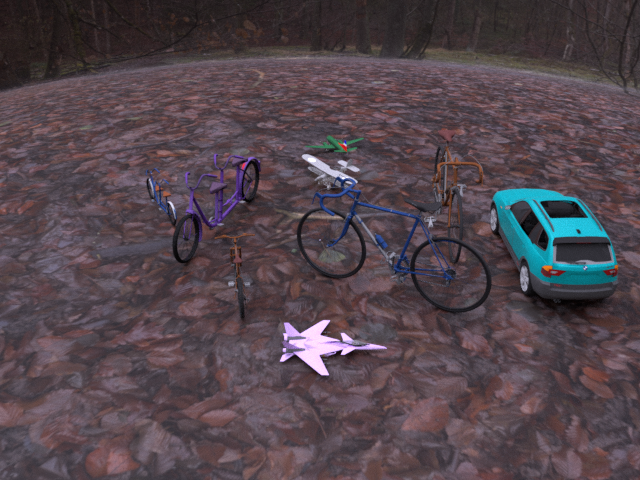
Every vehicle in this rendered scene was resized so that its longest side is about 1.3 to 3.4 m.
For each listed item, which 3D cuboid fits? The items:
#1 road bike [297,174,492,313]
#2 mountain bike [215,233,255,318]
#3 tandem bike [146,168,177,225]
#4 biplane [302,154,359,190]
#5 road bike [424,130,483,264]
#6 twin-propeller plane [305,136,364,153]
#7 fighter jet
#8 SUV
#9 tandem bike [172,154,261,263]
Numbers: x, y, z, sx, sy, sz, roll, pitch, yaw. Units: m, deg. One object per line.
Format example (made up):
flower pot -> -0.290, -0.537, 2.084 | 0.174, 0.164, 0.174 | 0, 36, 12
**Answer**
road bike -> 0.966, 0.051, 9.841 | 3.004, 1.656, 0.696 | 15, 32, 25
mountain bike -> -1.167, 0.443, 9.945 | 0.573, 0.868, 1.469 | -5, 29, -9
tandem bike -> -2.838, -0.814, 12.426 | 0.283, 0.682, 1.642 | -15, 32, -25
biplane -> 0.284, -1.281, 13.460 | 1.336, 0.504, 1.090 | 24, 37, 36
road bike -> 2.107, -0.871, 11.519 | 0.696, 1.656, 3.004 | 1, 29, 1
twin-propeller plane -> 0.359, -2.096, 15.046 | 1.370, 0.407, 1.095 | -11, 31, -19
fighter jet -> 0.182, 1.306, 8.977 | 1.358, 0.286, 1.147 | 1, 29, 1
SUV -> 3.535, -0.156, 10.765 | 1.276, 1.128, 3.058 | -1, 29, -1
tandem bike -> -1.665, -0.799, 11.730 | 0.550, 1.326, 3.192 | 10, 30, 17
